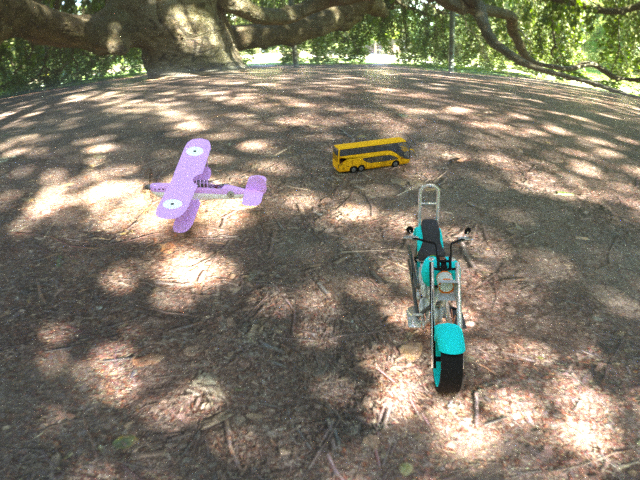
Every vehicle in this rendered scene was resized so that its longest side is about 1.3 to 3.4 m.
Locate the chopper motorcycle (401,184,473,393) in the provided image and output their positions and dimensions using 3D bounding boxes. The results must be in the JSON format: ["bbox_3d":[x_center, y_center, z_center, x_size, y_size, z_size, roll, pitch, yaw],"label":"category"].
[{"bbox_3d":[1.474,0.502,8.808,0.906,1.480,3.040,1,27,1],"label":"chopper motorcycle"}]

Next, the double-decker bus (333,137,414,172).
[{"bbox_3d":[1.074,-1.728,14.166,1.672,0.541,0.389,-9,29,-18],"label":"double-decker bus"}]

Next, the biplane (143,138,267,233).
[{"bbox_3d":[-1.966,-0.831,11.943,2.120,0.981,2.598,2,27,3],"label":"biplane"}]
